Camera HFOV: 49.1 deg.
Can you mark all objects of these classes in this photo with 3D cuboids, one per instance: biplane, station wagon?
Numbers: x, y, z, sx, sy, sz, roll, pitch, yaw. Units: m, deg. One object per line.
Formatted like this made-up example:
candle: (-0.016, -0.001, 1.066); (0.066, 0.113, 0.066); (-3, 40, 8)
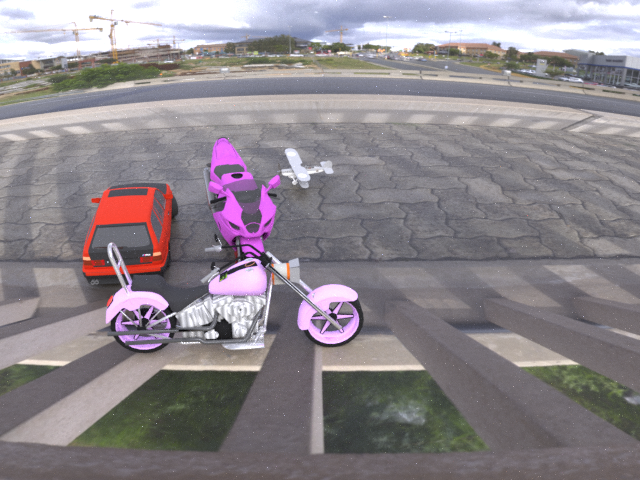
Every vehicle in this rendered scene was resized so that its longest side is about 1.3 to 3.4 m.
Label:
biplane: (-0.282, -1.343, 13.539); (1.090, 0.504, 1.336); (-7, 26, -14)
station wagon: (-2.952, -0.355, 11.001); (1.327, 0.920, 3.105); (-4, 26, -8)

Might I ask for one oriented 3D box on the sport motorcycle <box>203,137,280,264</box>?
sport motorcycle: (-1.208, -0.420, 10.355); (0.983, 1.596, 2.955); (-7, 26, -14)

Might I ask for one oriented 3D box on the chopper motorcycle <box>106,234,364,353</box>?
chopper motorcycle: (-0.993, 0.655, 8.252); (3.040, 1.480, 0.906); (-3, 26, -5)
